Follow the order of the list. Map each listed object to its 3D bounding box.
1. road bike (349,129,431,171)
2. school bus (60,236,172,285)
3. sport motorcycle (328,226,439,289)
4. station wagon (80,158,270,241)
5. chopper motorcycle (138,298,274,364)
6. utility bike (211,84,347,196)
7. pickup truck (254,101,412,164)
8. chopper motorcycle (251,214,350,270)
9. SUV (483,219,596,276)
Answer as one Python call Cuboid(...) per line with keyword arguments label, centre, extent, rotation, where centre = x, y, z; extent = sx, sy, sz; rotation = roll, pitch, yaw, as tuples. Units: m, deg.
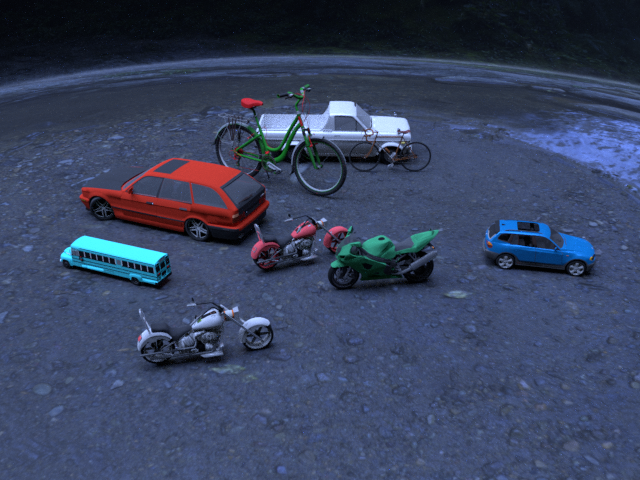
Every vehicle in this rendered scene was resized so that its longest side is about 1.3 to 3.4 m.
Cuboid(label="road bike", centre=(1.313, -1.674, 13.073), extent=(1.545, 0.852, 0.358), rotation=(0, 28, 0))
Cuboid(label="school bus", centre=(-2.912, 0.276, 9.841), extent=(1.708, 0.434, 0.365), rotation=(11, 30, 20))
Cuboid(label="sport motorcycle", centre=(0.852, 0.250, 9.476), extent=(1.520, 0.821, 0.506), rotation=(-5, 28, -9))
Cuboid(label="station wagon", centre=(-2.412, -0.789, 11.330), extent=(3.105, 0.920, 1.327), rotation=(11, 30, 20))
Cuboid(label="chopper motorcycle", centre=(-1.317, 1.026, 8.077), extent=(1.563, 0.761, 0.466), rotation=(-7, 29, -13))
Cuboid(label="utility bike", centre=(-0.736, -1.842, 12.335), extent=(2.791, 1.839, 1.039), rotation=(14, 31, 24))
Cuboid(label="pickup truck", centre=(0.277, -2.180, 13.876), extent=(3.117, 0.993, 1.244), rotation=(1, 28, 2))
Cuboid(label="chopper motorcycle", centre=(-0.259, -0.030, 10.069), extent=(1.563, 0.761, 0.466), rotation=(-14, 31, -25))
Cuboid(label="SUV", centre=(3.150, 0.070, 10.073), extent=(1.572, 0.580, 0.656), rotation=(6, 28, 10))
